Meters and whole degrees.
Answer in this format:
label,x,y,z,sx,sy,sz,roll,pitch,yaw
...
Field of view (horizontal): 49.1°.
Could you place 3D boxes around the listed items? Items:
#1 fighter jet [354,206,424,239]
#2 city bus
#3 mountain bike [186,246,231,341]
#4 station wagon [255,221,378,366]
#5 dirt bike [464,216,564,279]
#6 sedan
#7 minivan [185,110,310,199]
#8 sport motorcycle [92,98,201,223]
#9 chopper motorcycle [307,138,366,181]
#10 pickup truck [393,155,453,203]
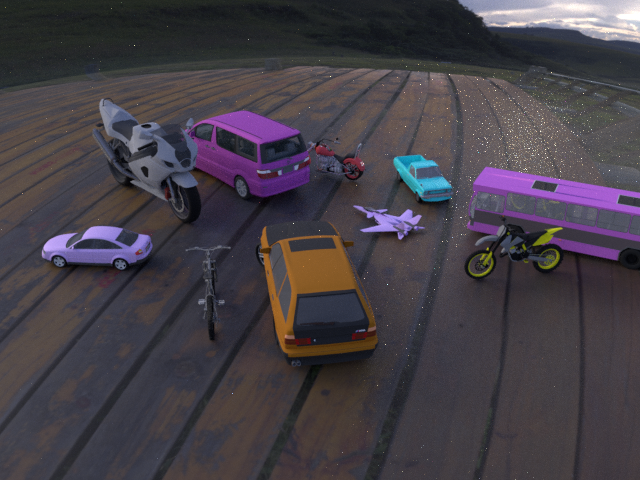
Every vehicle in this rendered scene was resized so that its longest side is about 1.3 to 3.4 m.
label,x,y,z,sx,sy,sz,roll,pitch,yaw
fighter jet,1.023,-0.421,11.484,1.147,0.286,1.358,-23,36,-36
city bus,3.952,-0.302,10.617,3.255,0.894,0.926,13,31,23
mountain bike,-1.399,0.608,8.943,0.573,0.868,1.469,-3,28,-6
station wagon,-0.112,0.419,9.242,1.327,0.920,3.105,-4,28,-8
dirt bike,2.760,0.137,9.835,1.493,0.857,0.527,-5,29,-10
sedan,-3.304,0.078,10.342,1.613,0.483,0.635,2,28,4
minivan,-1.512,-1.724,12.955,1.324,1.197,3.011,-22,35,-35
sport motorcycle,-2.919,-1.390,11.906,0.983,1.596,2.955,-23,36,-36
chopper motorcycle,0.130,-1.571,13.130,1.563,0.761,0.466,16,32,27
pickup truck,1.847,-1.180,12.666,0.640,0.511,1.603,-7,29,-12
